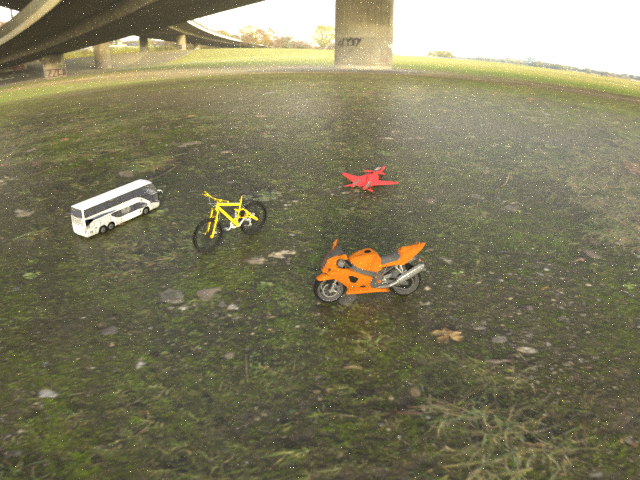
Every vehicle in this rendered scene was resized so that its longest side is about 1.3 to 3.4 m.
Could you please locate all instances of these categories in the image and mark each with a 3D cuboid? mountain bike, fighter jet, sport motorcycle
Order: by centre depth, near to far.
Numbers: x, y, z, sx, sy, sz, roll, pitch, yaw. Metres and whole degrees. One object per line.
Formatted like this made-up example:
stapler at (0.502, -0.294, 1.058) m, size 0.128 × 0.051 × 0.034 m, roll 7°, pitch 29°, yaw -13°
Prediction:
sport motorcycle at (0.657, 0.421, 9.338) m, size 1.520 × 0.821 × 0.506 m, roll -5°, pitch 26°, yaw -10°
mountain bike at (-1.386, -0.351, 10.864) m, size 0.573 × 0.868 × 1.469 m, roll 23°, pitch 34°, yaw 39°
fighter jet at (1.003, -1.290, 13.452) m, size 1.147 × 0.286 × 1.358 m, roll 13°, pitch 29°, yaw 24°

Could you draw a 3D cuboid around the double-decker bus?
double-decker bus at (-3.361, -0.559, 11.664) m, size 0.389 × 0.541 × 1.672 m, roll 17°, pitch 31°, yaw 31°
